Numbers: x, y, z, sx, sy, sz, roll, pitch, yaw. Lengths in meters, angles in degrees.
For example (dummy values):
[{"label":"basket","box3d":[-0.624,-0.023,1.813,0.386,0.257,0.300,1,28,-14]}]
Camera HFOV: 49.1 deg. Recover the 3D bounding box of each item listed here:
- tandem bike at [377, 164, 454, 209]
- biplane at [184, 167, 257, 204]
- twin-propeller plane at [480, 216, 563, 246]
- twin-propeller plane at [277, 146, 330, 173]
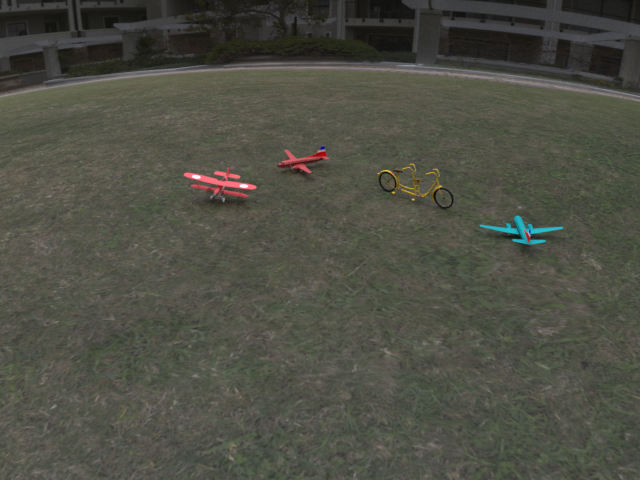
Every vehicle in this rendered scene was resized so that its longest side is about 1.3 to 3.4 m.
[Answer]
[{"label":"tandem bike","box3d":[1.740,-1.056,12.873,1.642,0.682,0.283,21,34,33]},{"label":"biplane","box3d":[-1.804,-1.027,13.006,1.336,0.504,1.090,3,28,6]},{"label":"twin-propeller plane","box3d":[3.350,-0.203,11.565,1.370,0.407,1.095,1,28,3]},{"label":"twin-propeller plane","box3d":[-0.367,-1.656,14.289,1.095,0.407,1.370,-11,30,-20]}]
